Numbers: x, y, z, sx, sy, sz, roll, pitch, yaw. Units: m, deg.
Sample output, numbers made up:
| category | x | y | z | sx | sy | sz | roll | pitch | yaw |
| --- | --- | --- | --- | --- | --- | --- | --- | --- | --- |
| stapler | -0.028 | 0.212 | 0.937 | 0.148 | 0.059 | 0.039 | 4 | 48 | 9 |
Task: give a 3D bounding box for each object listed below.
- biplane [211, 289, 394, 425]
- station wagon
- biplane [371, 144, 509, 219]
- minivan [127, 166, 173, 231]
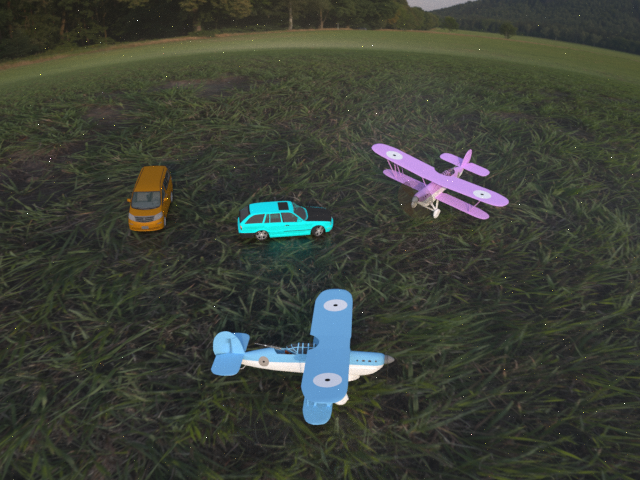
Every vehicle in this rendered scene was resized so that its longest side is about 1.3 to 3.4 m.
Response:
| category | x | y | z | sx | sy | sz | roll | pitch | yaw |
| --- | --- | --- | --- | --- | --- | --- | --- | --- | --- |
| biplane | -0.193 | 1.360 | 8.220 | 2.120 | 0.981 | 2.598 | 2 | 30 | 3 |
| station wagon | -0.576 | -0.366 | 11.715 | 1.597 | 0.473 | 0.682 | -4 | 30 | -7 |
| biplane | 2.201 | -1.024 | 12.347 | 2.598 | 0.981 | 2.120 | 20 | 36 | 31 |
| minivan | -2.949 | -0.730 | 12.202 | 0.681 | 0.616 | 1.548 | -2 | 30 | -3 |
